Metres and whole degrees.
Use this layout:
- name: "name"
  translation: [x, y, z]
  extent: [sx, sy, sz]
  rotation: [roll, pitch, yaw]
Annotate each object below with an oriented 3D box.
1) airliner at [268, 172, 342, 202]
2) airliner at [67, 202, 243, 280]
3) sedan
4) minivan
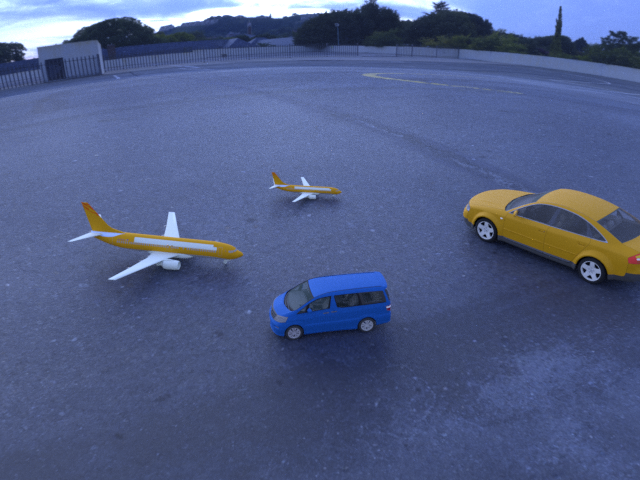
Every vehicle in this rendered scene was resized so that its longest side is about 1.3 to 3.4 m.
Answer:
- name: "airliner"
  translation: [-0.254, -1.011, 12.764]
  extent: [1.307, 0.429, 1.161]
  rotation: [3, 27, 6]
- name: "airliner"
  translation: [-2.391, -0.097, 10.527]
  extent: [2.541, 0.835, 2.257]
  rotation: [5, 27, 9]
- name: "sedan"
  translation: [3.663, -0.266, 10.744]
  extent: [1.235, 0.940, 3.137]
  rotation: [-23, 35, -38]
- name: "minivan"
  translation: [0.120, 0.816, 8.982]
  extent: [1.548, 0.616, 0.681]
  rotation: [-5, 27, -9]
